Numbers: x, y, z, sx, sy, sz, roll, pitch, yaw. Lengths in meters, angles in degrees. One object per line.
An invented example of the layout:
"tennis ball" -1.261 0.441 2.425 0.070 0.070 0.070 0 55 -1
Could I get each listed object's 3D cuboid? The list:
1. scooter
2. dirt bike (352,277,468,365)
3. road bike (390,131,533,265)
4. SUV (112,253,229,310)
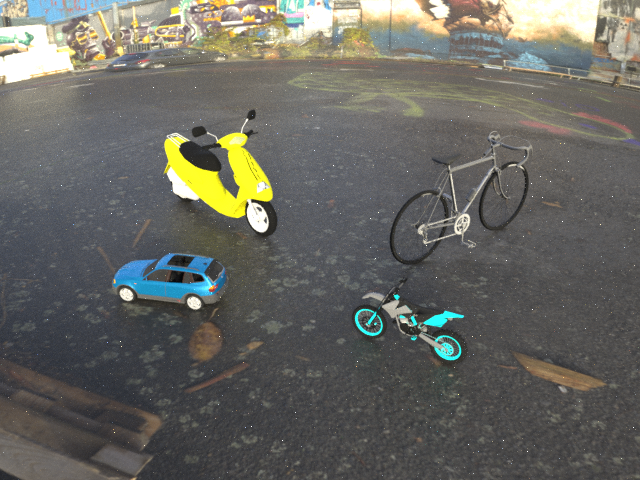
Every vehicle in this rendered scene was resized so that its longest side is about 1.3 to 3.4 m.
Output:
"scooter" -1.692 -1.191 11.405 2.721 1.786 1.288 23 36 36
"dirt bike" 1.051 0.965 8.330 1.493 0.857 0.527 15 31 26
"road bike" 2.191 -0.652 10.528 3.004 1.656 0.696 -19 33 -32
"SUV" -2.037 0.500 9.502 1.572 0.580 0.656 6 28 11
